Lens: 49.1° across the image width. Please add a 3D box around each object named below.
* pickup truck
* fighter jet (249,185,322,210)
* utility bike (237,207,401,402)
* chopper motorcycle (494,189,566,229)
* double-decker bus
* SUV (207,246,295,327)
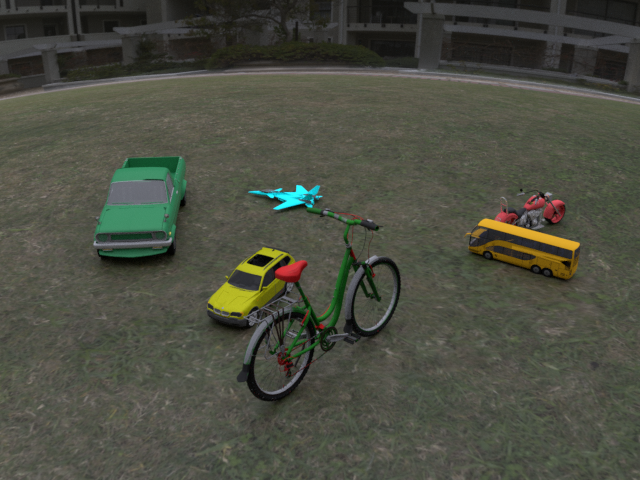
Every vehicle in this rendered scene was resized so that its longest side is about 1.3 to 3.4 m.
[{"bbox_3d":[-2.919,-0.725,11.643,1.244,0.993,3.117,-2,27,-5],"label":"pickup truck"},{"bbox_3d":[-0.685,-0.860,12.689,1.358,0.286,1.147,9,28,17],"label":"fighter jet"},{"bbox_3d":[0.016,0.622,8.054,1.039,1.839,2.791,22,34,37],"label":"utility bike"},{"bbox_3d":[3.462,-0.492,11.440,1.563,0.761,0.466,-16,31,-28],"label":"chopper motorcycle"},{"bbox_3d":[3.011,0.111,10.494,1.672,0.541,0.389,18,32,31],"label":"double-decker bus"},{"bbox_3d":[-0.901,0.596,9.496,0.656,0.580,1.572,13,30,24],"label":"SUV"}]
